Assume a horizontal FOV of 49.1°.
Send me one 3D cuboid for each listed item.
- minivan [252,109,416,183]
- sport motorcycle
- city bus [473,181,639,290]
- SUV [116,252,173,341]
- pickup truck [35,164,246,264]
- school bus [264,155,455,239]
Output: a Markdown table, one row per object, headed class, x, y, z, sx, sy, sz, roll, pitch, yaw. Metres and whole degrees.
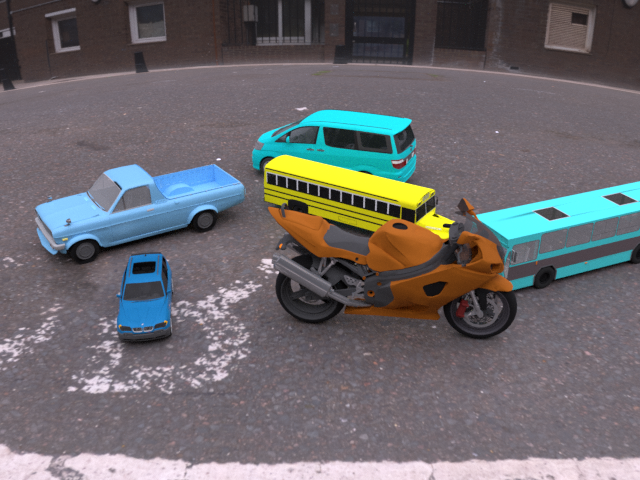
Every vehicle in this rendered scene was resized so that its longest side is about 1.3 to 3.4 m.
| class | x | y | z | sx | sy | sz | roll | pitch | yaw |
| --- | --- | --- | --- | --- | --- | --- | --- | --- | --- |
| minivan | 0.216 | -1.707 | 12.759 | 3.011 | 1.197 | 1.324 | 11 | 29 | 20 |
| sport motorcycle | 0.849 | 0.364 | 8.252 | 2.955 | 1.596 | 0.983 | 5 | 27 | 9 |
| city bus | 3.667 | -0.069 | 9.875 | 3.255 | 0.894 | 0.926 | -11 | 29 | -21 |
| SUV | -2.181 | 0.675 | 8.761 | 0.656 | 0.580 | 1.572 | -4 | 27 | -9 |
| pickup truck | -2.741 | -0.596 | 10.802 | 3.117 | 0.993 | 1.244 | -17 | 31 | -29 |
| school bus | 0.629 | -0.580 | 10.935 | 3.322 | 0.844 | 0.709 | 17 | 31 | 29 |
